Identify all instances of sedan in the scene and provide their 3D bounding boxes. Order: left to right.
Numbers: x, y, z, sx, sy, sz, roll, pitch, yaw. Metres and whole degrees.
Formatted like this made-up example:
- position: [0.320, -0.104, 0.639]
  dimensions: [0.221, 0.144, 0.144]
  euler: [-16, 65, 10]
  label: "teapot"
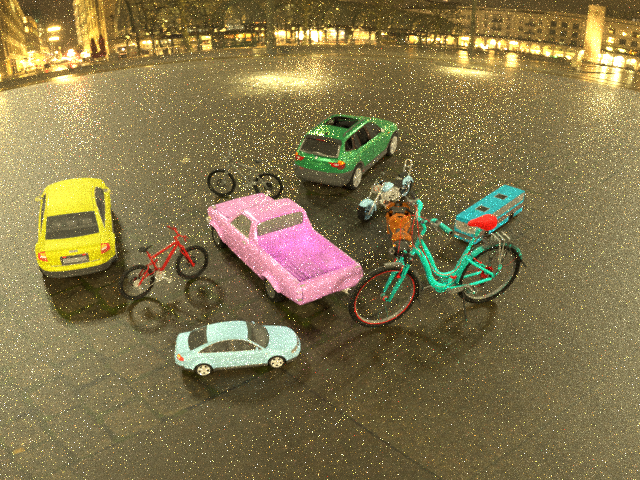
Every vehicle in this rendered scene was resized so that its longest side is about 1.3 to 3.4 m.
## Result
- position: [-4.073, -0.414, 11.639]
  dimensions: [1.235, 0.940, 3.137]
  euler: [-9, 31, -15]
  label: "sedan"
- position: [-1.058, 1.332, 9.013]
  dimensions: [1.613, 0.483, 0.635]
  euler: [-4, 30, -8]
  label: "sedan"

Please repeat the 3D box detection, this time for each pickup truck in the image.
- position: [-0.648, -0.007, 10.864]
  dimensions: [1.244, 0.993, 3.117]
  euler: [-17, 34, -28]
  label: "pickup truck"

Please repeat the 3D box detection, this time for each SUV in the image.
- position: [0.592, -2.007, 14.265]
  dimensions: [1.276, 1.128, 3.058]
  euler: [14, 32, 23]
  label: "SUV"

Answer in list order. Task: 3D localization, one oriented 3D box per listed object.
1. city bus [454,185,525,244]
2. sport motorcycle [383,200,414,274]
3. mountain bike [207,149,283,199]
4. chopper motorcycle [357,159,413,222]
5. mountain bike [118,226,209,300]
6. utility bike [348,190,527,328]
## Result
- position: [2.958, -0.443, 12.177]
  dimensions: [0.476, 0.460, 1.674]
  euler: [24, 37, 35]
  label: "city bus"
- position: [1.266, -0.088, 11.182]
  dimensions: [0.506, 0.821, 1.520]
  euler: [1, 29, 2]
  label: "sport motorcycle"
- position: [-1.410, -1.177, 13.060]
  dimensions: [1.469, 0.868, 0.573]
  euler: [5, 30, 9]
  label: "mountain bike"
- position: [1.202, -0.906, 12.689]
  dimensions: [0.466, 0.761, 1.563]
  euler: [22, 36, 34]
  label: "chopper motorcycle"
- position: [-2.307, 0.349, 10.361]
  dimensions: [1.469, 0.868, 0.573]
  euler: [-21, 36, -32]
  label: "mountain bike"
- position: [1.718, 0.316, 9.433]
  dimensions: [2.791, 1.839, 1.039]
  euler: [-11, 31, -18]
  label: "utility bike"
